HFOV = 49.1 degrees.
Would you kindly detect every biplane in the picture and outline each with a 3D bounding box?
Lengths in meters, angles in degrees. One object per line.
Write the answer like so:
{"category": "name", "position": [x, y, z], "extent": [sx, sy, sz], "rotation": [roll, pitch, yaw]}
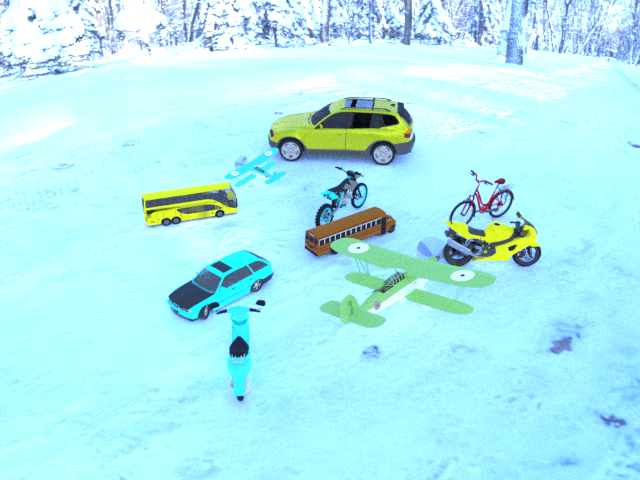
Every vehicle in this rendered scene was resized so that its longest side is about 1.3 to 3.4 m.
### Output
{"category": "biplane", "position": [-1.164, -1.283, 13.279], "extent": [1.090, 0.504, 1.336], "rotation": [23, 37, 36]}
{"category": "biplane", "position": [0.946, 0.632, 9.329], "extent": [2.598, 0.981, 2.120], "rotation": [24, 37, 37]}

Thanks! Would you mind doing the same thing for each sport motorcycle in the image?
{"category": "sport motorcycle", "position": [2.606, 0.033, 10.577], "extent": [1.520, 0.821, 0.506], "rotation": [0, 29, 1]}

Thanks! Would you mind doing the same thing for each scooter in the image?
{"category": "scooter", "position": [-0.962, 1.205, 8.360], "extent": [0.662, 0.919, 1.399], "rotation": [-2, 29, -4]}

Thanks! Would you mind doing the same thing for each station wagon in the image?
{"category": "station wagon", "position": [-1.411, 0.590, 9.929], "extent": [0.682, 0.473, 1.597], "rotation": [24, 37, 37]}

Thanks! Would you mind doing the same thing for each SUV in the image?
{"category": "SUV", "position": [0.452, -2.329, 14.524], "extent": [3.058, 1.128, 1.276], "rotation": [3, 29, 5]}

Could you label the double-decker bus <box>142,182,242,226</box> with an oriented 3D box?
{"category": "double-decker bus", "position": [-2.204, -0.630, 12.062], "extent": [1.672, 0.541, 0.389], "rotation": [-10, 31, -17]}

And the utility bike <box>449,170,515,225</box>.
{"category": "utility bike", "position": [2.795, -0.684, 11.741], "extent": [1.435, 0.946, 0.535], "rotation": [-15, 32, -25]}

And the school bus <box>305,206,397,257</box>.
{"category": "school bus", "position": [0.538, -0.166, 11.335], "extent": [1.708, 0.434, 0.365], "rotation": [-20, 35, -32]}

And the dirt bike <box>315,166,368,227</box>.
{"category": "dirt bike", "position": [0.382, -0.756, 11.964], "extent": [0.527, 0.857, 1.493], "rotation": [20, 35, 32]}
